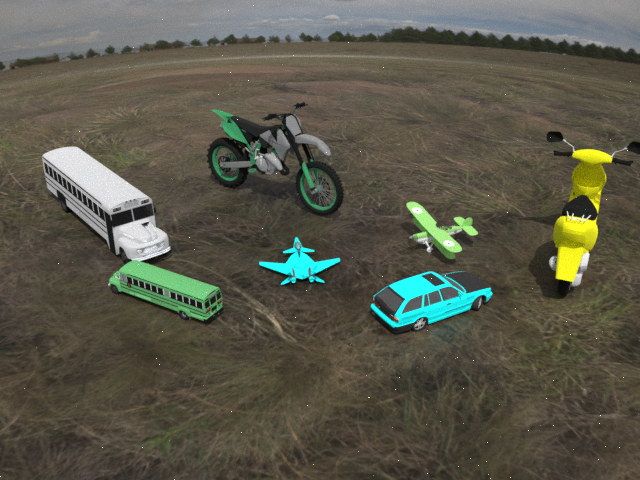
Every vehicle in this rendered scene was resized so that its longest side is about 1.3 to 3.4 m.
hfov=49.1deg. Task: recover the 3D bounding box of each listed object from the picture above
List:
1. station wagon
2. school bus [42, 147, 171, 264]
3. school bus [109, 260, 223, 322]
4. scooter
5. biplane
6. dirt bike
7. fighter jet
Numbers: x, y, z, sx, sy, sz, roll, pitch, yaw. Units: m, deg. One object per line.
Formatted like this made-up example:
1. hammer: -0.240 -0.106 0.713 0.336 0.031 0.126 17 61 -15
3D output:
1. station wagon: 1.448 0.690 8.885 1.597 0.473 0.682 -15 31 -26
2. school bus: -3.392 -0.598 10.937 0.709 0.844 3.322 -20 34 -34
3. school bus: -2.039 0.629 9.044 1.708 0.434 0.365 15 31 27
4. scooter: 3.637 -0.485 9.710 1.288 1.786 2.721 12 30 21
5. biplane: 1.804 -0.108 10.370 1.090 0.504 1.336 -12 30 -21
6. dirt bike: -0.809 -1.428 11.634 2.903 1.666 1.024 19 33 31
7. fighter jet: -0.298 0.194 10.029 1.147 0.286 1.358 -3 28 -5
